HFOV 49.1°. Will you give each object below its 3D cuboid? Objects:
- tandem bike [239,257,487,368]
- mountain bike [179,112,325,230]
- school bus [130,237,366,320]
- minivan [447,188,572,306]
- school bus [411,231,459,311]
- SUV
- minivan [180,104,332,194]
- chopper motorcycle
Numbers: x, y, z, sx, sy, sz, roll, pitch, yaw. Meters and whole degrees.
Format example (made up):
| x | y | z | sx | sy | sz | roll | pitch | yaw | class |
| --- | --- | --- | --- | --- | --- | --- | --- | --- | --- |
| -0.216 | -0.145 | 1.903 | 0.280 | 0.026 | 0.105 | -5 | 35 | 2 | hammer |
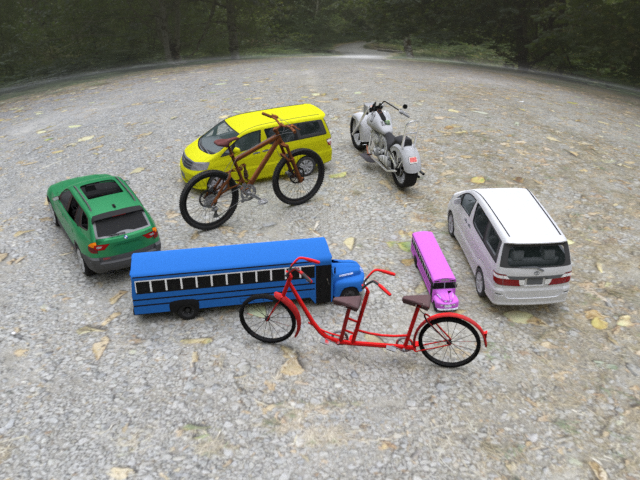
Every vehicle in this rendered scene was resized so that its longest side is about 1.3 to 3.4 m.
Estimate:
| x | y | z | sx | sy | sz | roll | pitch | yaw | class |
| --- | --- | --- | --- | --- | --- | --- | --- | --- | --- |
| 0.497 | 0.922 | 8.787 | 3.192 | 1.326 | 0.550 | 6 | 30 | 10 | tandem bike |
| -1.124 | -1.169 | 12.137 | 2.857 | 1.688 | 1.114 | -18 | 34 | -28 | mountain bike |
| -0.979 | 0.516 | 10.002 | 3.322 | 0.844 | 0.709 | -5 | 30 | -9 | school bus |
| 2.831 | -0.152 | 10.829 | 1.324 | 1.197 | 3.011 | -2 | 29 | -3 | minivan |
| 1.718 | 0.455 | 10.528 | 0.365 | 0.434 | 1.708 | -3 | 29 | -5 | school bus |
| -3.614 | -0.489 | 11.499 | 1.276 | 1.128 | 3.058 | -17 | 33 | -27 | SUV |
| -1.280 | -1.857 | 13.862 | 3.011 | 1.197 | 1.324 | -14 | 32 | -23 | minivan |
| 1.260 | -2.141 | 14.079 | 0.906 | 1.480 | 3.040 | -9 | 31 | -16 | chopper motorcycle |
